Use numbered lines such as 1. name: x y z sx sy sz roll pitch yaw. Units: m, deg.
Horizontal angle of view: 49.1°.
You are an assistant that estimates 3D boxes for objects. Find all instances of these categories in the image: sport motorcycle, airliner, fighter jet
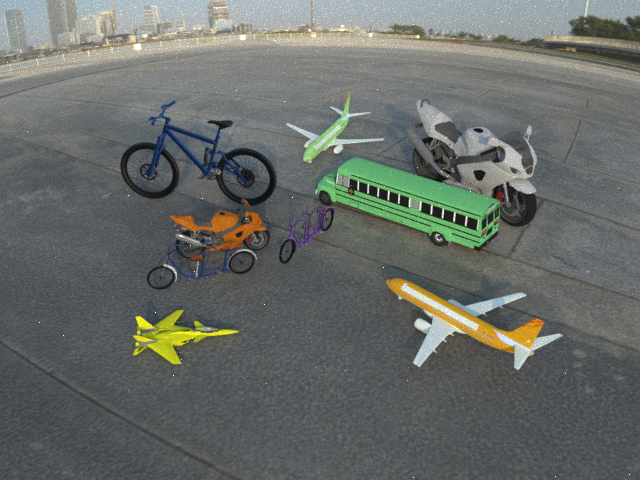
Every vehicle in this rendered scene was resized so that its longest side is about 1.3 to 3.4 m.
1. sport motorcycle: 2.669 -1.393 12.313 0.983 1.596 2.955 -19 35 -30
2. airliner: 0.189 -2.365 14.732 2.257 0.835 2.541 12 32 20
3. sport motorcycle: -1.541 -0.139 10.934 1.520 0.821 0.506 -7 31 -11
4. fighter jet: -1.749 1.189 9.188 1.358 0.286 1.147 -4 31 -7
5. airliner: 1.810 0.861 9.206 2.257 0.835 2.541 -24 38 -35

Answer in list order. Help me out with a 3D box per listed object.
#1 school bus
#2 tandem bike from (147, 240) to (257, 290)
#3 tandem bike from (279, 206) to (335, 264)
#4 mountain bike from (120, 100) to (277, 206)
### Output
1. school bus: 1.368 -0.684 11.844 3.322 0.844 0.709 21 36 32
2. tandem bike: -1.726 0.323 10.281 1.642 0.682 0.283 -11 32 -18
3. tandem bike: -0.185 -0.210 11.192 0.283 0.682 1.642 17 34 27
4. mountain bike: -2.174 -1.433 12.291 2.857 1.688 1.114 4 31 7
